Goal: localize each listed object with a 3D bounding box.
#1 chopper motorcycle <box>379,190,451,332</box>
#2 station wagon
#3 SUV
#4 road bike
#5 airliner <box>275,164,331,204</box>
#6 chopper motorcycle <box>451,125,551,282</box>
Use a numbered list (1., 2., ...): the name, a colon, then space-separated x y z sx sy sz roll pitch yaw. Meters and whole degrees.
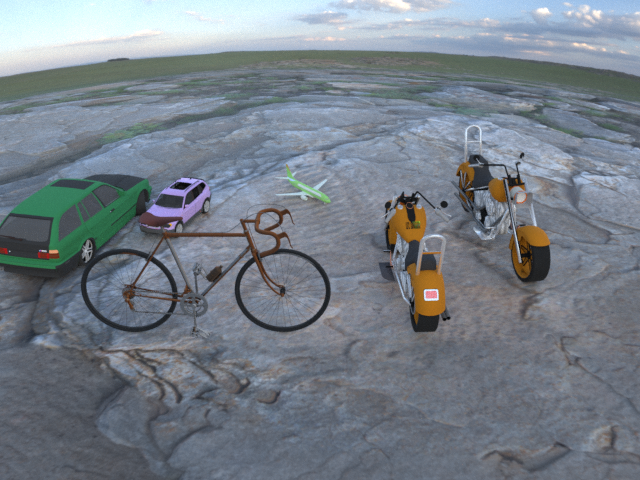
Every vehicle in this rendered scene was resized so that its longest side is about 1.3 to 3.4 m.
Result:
1. chopper motorcycle: 1.209 -0.010 9.338 0.906 1.480 3.040 -1 27 -3
2. station wagon: -3.746 -0.479 10.904 1.327 0.920 3.105 6 27 12
3. SUV: -2.346 -0.565 11.458 0.656 0.580 1.572 8 28 16
4. road bike: -1.372 0.399 8.323 3.004 1.656 0.697 0 27 0
5. airliner: -0.232 -0.989 12.475 1.161 0.429 1.307 -20 33 -34
6. chopper motorcycle: 2.724 -0.626 10.572 0.906 1.480 3.040 -4 27 -9
